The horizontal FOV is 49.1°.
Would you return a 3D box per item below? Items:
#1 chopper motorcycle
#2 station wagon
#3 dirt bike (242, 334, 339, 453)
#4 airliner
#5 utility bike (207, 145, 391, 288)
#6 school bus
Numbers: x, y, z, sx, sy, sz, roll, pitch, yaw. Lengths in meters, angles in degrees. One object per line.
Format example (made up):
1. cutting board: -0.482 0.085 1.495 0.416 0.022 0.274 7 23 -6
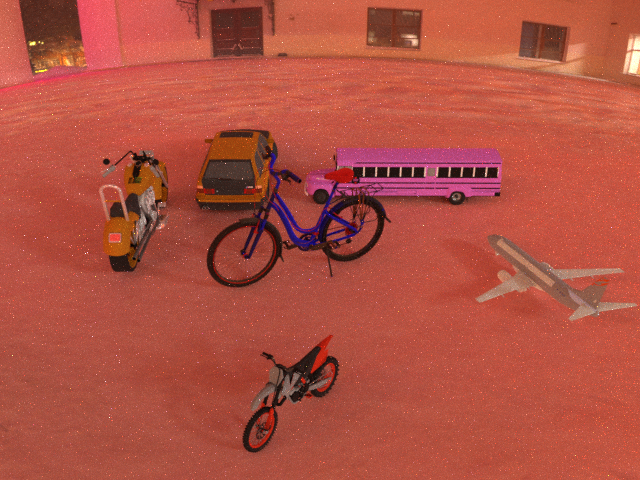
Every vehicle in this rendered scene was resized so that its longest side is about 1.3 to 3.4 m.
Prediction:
1. chopper motorcycle: -2.727 -0.703 10.565 0.906 1.480 3.040 0 28 -1
2. station wagon: -1.475 -1.499 12.659 1.327 0.920 3.105 0 28 0
3. dirt bike: -0.262 1.494 7.094 0.527 0.857 1.493 20 34 33
4. airliner: 2.958 0.300 9.364 2.257 0.835 2.541 -10 29 -17
5. utility bike: -0.177 -0.291 9.407 2.791 1.839 1.039 -13 31 -23
6. school bus: 1.393 -1.122 12.030 3.322 0.844 0.709 0 28 0
